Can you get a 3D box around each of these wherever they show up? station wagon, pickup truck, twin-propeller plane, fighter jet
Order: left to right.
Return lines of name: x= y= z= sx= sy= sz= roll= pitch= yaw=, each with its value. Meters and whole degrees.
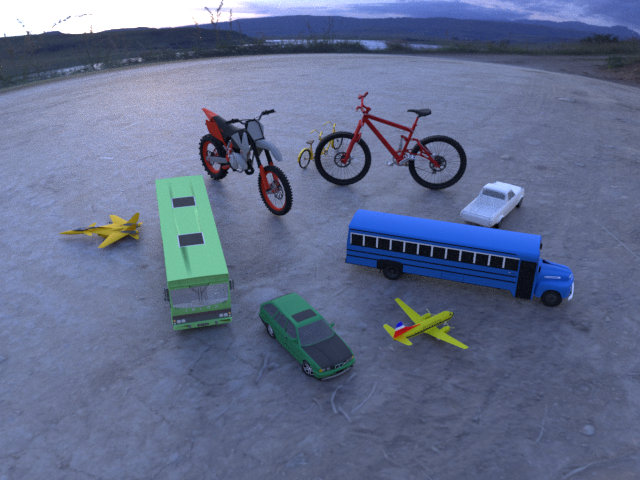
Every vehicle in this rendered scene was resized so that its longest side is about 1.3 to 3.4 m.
fighter jet: x=-3.692 y=-0.212 z=11.719 sx=1.358 sy=0.286 sz=1.147 roll=-3 pitch=30 yaw=-5
station wagon: x=-0.185 y=1.183 z=9.071 sx=0.682 sy=0.473 sz=1.597 roll=-18 pitch=34 yaw=-28
twin-propeller plane: x=1.388 y=1.099 z=9.286 sx=1.095 sy=0.407 sz=1.370 roll=-19 pitch=35 yaw=-30
pickup truck: x=3.053 y=-0.670 z=12.299 sx=0.640 sy=0.511 sz=1.603 roll=19 pitch=35 yaw=30

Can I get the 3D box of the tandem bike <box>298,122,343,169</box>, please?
tandem bike: x=0.025 y=-1.996 z=14.462 sx=0.283 sy=0.682 sz=1.642 roll=19 pitch=35 yaw=30

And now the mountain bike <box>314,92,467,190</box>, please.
mountain bike: x=1.311 y=-1.753 z=13.015 sx=2.857 sy=1.688 sz=1.114 roll=3 pitch=30 yaw=5

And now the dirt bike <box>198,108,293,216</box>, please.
dirt bike: x=-1.408 y=-1.562 z=12.700 sx=1.024 sy=1.666 sz=2.903 roll=-22 pitch=36 yaw=-34

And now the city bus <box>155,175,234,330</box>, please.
city bus: x=-1.963 y=0.097 z=10.559 sx=0.926 sy=0.894 sz=3.255 roll=-7 pitch=30 yaw=-12

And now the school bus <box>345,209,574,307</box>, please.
school bus: x=2.059 y=0.229 z=10.378 sx=3.322 sy=0.844 sz=0.709 roll=9 pitch=31 yaw=16
